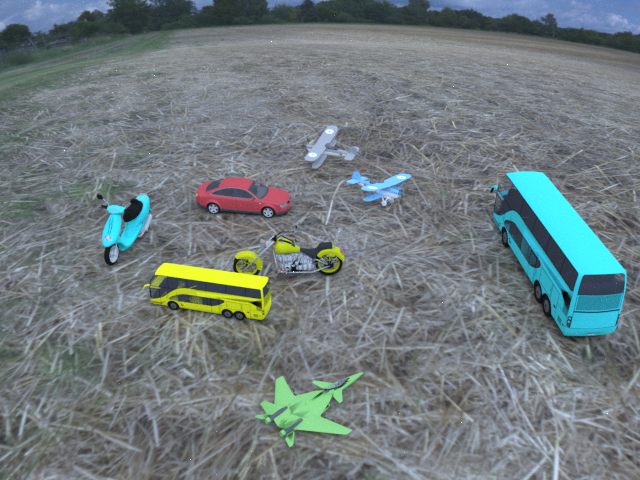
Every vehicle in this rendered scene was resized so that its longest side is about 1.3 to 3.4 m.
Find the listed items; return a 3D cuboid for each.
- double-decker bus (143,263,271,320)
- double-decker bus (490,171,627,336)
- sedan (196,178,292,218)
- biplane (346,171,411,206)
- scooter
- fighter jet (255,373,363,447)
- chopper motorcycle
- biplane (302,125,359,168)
[{"bbox_3d":[-1.468,0.667,9.159,1.672,0.541,0.389,7,31,12],"label":"double-decker bus"},{"bbox_3d":[3.188,0.035,9.739,0.756,1.052,3.251,-2,30,-4],"label":"double-decker bus"},{"bbox_3d":[-1.265,-0.746,11.652,1.613,0.483,0.635,5,30,8],"label":"sedan"},{"bbox_3d":[0.996,-0.898,11.893,1.090,0.504,1.336,22,37,33],"label":"biplane"},{"bbox_3d":[-2.890,-0.308,10.462,0.662,0.919,1.399,8,31,13],"label":"scooter"},{"bbox_3d":[-0.004,1.688,7.653,1.358,0.286,1.147,-25,38,-36],"label":"fighter jet"},{"bbox_3d":[-0.437,0.181,9.777,1.563,0.761,0.466,-1,30,-1],"label":"chopper motorcycle"},{"bbox_3d":[0.183,-1.684,13.246,1.090,0.504,1.336,11,32,18],"label":"biplane"}]
